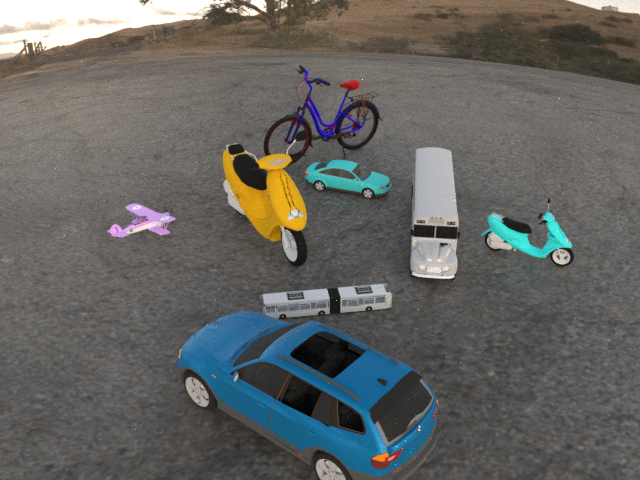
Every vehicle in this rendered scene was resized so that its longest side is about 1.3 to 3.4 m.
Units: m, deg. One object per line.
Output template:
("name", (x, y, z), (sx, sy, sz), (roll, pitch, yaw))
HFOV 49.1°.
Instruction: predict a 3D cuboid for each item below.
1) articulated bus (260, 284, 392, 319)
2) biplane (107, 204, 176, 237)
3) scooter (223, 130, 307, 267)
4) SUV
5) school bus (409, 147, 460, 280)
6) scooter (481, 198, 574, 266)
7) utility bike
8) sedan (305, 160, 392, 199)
("articulated bus", (0.085, 0.827, 9.435), (1.749, 0.289, 0.311), (-4, 29, -8))
("biplane", (-2.835, -0.255, 11.149), (1.090, 0.504, 1.336), (-24, 37, -37))
("scooter", (-0.903, -0.854, 10.907), (1.288, 1.786, 2.721), (-16, 33, -26))
("SUV", (-0.206, 1.474, 7.416), (3.058, 1.128, 1.276), (22, 36, 33))
("school bus", (1.815, -0.494, 11.228), (0.709, 0.844, 3.322), (4, 29, 6))
("scooter", (3.141, -0.135, 10.510), (1.399, 0.919, 0.662), (14, 32, 24))
("utility bike", (0.171, -2.435, 13.682), (2.791, 1.839, 1.039), (-17, 33, -27))
("sedan", (0.517, -1.161, 12.791), (1.613, 0.483, 0.635), (11, 31, 18))
